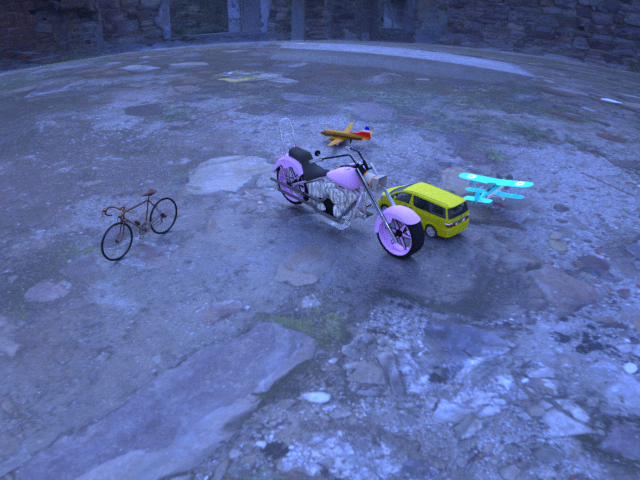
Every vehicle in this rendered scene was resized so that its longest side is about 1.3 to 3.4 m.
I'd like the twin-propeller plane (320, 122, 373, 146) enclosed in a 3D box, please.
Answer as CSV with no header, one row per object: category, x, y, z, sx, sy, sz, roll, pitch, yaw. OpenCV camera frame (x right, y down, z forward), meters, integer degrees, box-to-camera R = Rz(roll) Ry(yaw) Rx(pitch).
twin-propeller plane,0.514,-2.165,14.161,1.095,0.407,1.370,12,32,19

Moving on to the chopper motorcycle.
chopper motorcycle,0.369,-0.834,10.837,0.906,1.480,3.040,-27,40,-37

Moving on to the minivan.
minivan,1.631,-0.562,11.227,0.681,0.616,1.548,-25,39,-36

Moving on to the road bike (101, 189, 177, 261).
road bike,-2.705,-0.286,10.524,0.358,0.852,1.545,19,35,29

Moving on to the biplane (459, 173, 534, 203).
biplane,2.855,-0.831,11.795,1.336,0.504,1.090,23,37,34
